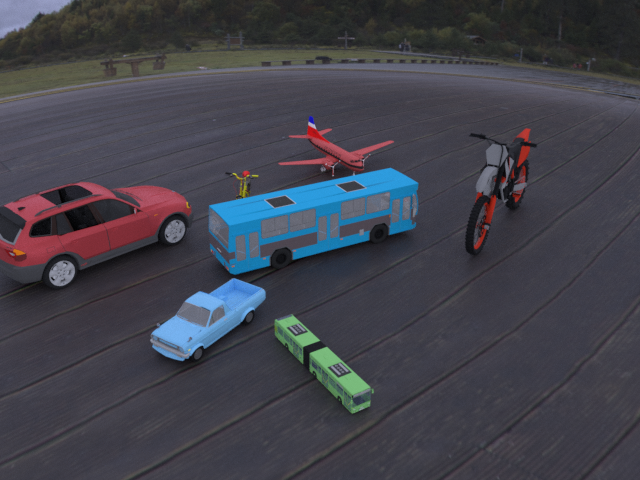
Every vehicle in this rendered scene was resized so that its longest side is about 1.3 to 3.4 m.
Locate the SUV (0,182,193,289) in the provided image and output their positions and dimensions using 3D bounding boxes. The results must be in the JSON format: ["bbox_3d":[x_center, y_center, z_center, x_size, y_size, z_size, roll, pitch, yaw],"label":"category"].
[{"bbox_3d":[-3.383,-0.293,10.517,1.276,1.128,3.058,24,35,39],"label":"SUV"}]

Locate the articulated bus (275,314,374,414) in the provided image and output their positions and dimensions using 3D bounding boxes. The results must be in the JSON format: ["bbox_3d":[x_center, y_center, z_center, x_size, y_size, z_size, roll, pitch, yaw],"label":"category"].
[{"bbox_3d":[-0.005,1.392,8.100,0.311,0.289,1.749,-16,31,-28],"label":"articulated bus"}]

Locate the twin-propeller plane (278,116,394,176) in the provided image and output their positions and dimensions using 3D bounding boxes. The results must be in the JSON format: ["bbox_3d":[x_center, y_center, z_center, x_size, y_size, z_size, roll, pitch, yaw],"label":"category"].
[{"bbox_3d":[0.269,-1.870,14.030,2.663,0.792,2.129,-15,30,-27],"label":"twin-propeller plane"}]

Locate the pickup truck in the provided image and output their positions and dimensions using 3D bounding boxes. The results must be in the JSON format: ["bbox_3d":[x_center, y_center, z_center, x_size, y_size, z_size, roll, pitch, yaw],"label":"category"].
[{"bbox_3d":[-1.371,0.928,8.776,0.640,0.511,1.603,17,31,30],"label":"pickup truck"}]

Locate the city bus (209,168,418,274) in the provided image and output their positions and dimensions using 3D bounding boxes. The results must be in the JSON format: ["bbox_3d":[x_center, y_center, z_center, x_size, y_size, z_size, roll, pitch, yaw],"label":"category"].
[{"bbox_3d":[-0.040,-0.303,10.799,3.255,0.894,0.926,-14,30,-26],"label":"city bus"}]

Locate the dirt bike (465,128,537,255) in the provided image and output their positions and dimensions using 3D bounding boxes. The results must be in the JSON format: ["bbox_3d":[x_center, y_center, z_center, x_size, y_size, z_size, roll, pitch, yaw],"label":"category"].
[{"bbox_3d":[2.923,-0.927,11.180,1.024,1.666,2.903,15,30,27],"label":"dirt bike"}]

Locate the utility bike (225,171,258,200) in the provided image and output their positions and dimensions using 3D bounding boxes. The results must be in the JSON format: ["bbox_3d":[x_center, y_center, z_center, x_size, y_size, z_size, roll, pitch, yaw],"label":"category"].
[{"bbox_3d":[-1.245,-0.739,11.609,0.535,0.946,1.435,2,27,3],"label":"utility bike"}]
